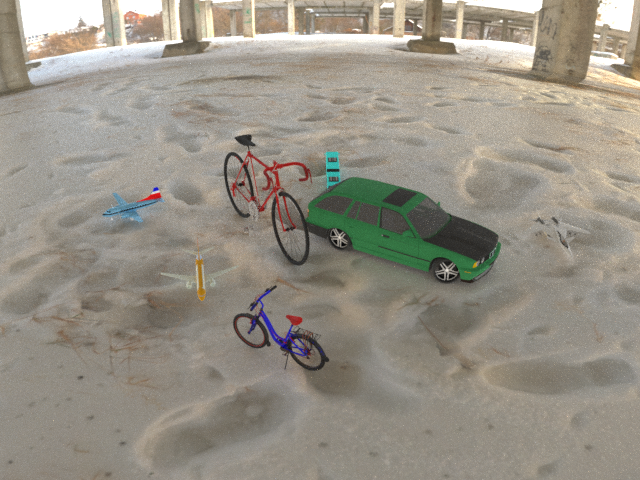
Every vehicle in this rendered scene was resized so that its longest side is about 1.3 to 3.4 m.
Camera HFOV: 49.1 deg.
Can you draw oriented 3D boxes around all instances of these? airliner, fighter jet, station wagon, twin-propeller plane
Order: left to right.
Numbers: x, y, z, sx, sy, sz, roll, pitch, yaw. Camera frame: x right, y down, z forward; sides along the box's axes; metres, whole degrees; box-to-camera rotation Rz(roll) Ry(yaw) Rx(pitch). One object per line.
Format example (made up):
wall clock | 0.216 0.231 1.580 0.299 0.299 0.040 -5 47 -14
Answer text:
twin-propeller plane | -3.289 -0.631 12.267 1.095 0.407 1.370 -18 34 -29
airliner | -1.777 0.431 10.345 1.161 0.429 1.307 -5 30 -9
station wagon | 1.301 -0.258 11.074 3.105 0.920 1.327 18 34 28
fighter jet | 3.913 -0.118 11.474 1.147 0.286 1.358 -1 29 -2

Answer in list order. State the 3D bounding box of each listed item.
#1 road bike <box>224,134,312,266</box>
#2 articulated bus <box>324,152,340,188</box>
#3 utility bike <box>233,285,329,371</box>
road bike | -0.931 -0.773 11.241 0.697 1.656 3.004 -16 33 -26
articulated bus | 0.253 -1.264 13.519 0.311 0.289 1.749 0 29 -1
utility bike | -0.534 1.121 8.585 1.435 0.946 0.535 17 33 27
